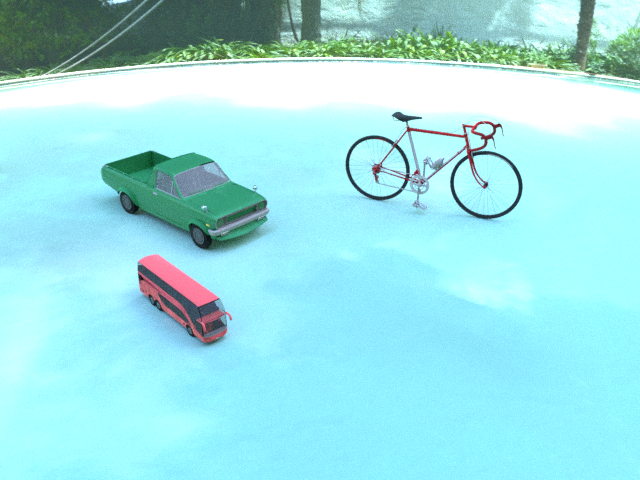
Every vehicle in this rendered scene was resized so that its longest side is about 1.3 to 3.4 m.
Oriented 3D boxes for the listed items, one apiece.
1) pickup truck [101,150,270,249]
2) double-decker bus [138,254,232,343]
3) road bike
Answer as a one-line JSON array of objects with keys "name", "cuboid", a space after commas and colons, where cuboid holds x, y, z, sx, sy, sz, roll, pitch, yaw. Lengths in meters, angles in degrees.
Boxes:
[{"name": "pickup truck", "cuboid": [-2.255, -0.855, 11.364, 3.117, 0.993, 1.244, 22, 35, 37]}, {"name": "double-decker bus", "cuboid": [-1.736, 0.724, 8.763, 0.389, 0.541, 1.672, -22, 34, -36]}, {"name": "road bike", "cuboid": [1.812, -1.267, 11.442, 3.004, 1.656, 0.697, 12, 29, 21]}]
